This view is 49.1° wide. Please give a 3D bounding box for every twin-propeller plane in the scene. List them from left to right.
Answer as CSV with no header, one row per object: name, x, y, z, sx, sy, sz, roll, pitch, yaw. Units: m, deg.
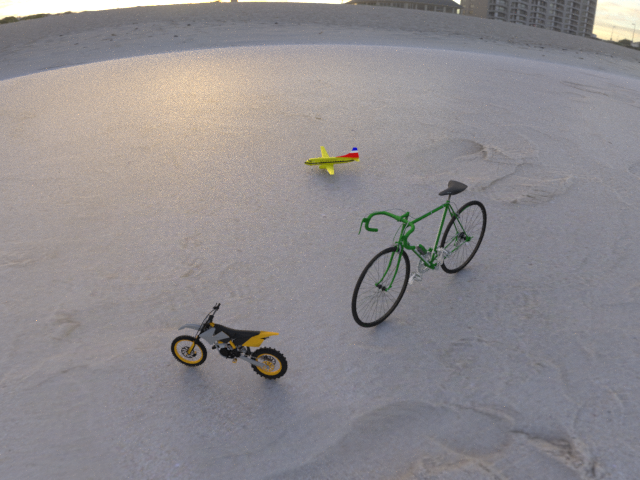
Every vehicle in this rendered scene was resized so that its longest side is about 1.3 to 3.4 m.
twin-propeller plane,0.232,-1.609,13.757,1.095,0.407,1.370,-4,31,-7

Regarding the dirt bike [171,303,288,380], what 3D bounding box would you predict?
dirt bike,-1.120,1.270,8.453,1.493,0.857,0.527,6,31,11

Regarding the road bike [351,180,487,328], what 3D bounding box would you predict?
road bike,1.470,0.083,9.673,3.004,1.656,0.697,-27,40,-37
